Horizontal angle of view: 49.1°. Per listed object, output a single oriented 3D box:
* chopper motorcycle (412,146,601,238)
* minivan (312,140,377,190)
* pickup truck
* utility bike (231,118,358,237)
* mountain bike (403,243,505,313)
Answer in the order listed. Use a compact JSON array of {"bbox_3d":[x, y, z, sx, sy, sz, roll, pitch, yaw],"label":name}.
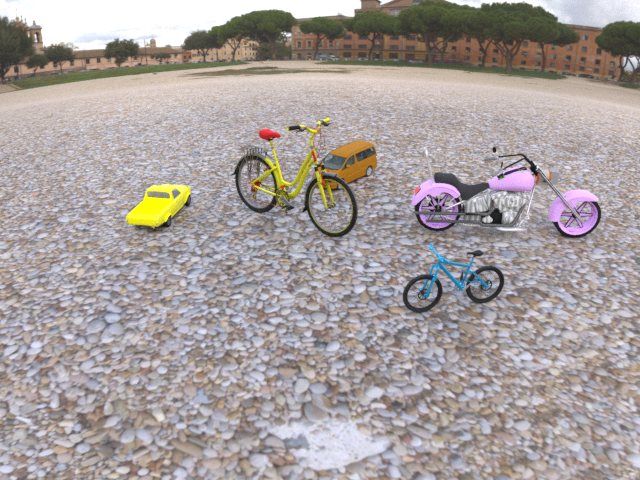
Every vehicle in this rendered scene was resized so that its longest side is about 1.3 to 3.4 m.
[{"bbox_3d":[3.018,-0.770,11.289,3.040,1.480,0.906,1,26,2],"label":"chopper motorcycle"},{"bbox_3d":[0.492,-1.485,13.791,0.681,0.616,1.548,19,31,34],"label":"minivan"},{"bbox_3d":[-2.770,-0.645,12.153,0.640,0.511,1.603,5,26,10],"label":"pickup truck"},{"bbox_3d":[-0.434,-1.175,11.721,2.791,1.839,1.039,19,31,34],"label":"utility bike"},{"bbox_3d":[1.796,0.516,9.304,1.469,0.868,0.573,-7,26,-14],"label":"mountain bike"}]
